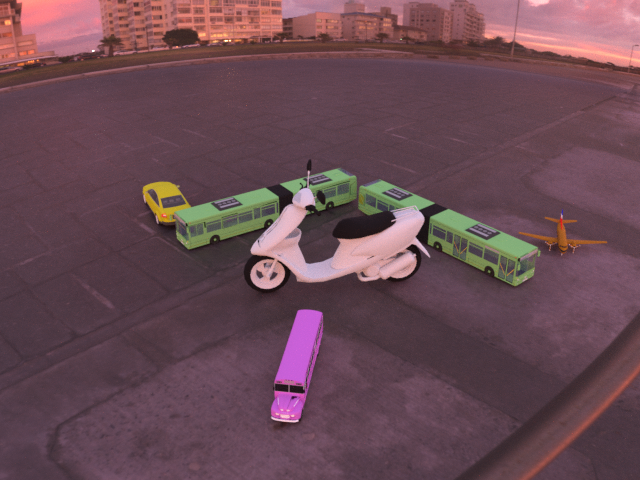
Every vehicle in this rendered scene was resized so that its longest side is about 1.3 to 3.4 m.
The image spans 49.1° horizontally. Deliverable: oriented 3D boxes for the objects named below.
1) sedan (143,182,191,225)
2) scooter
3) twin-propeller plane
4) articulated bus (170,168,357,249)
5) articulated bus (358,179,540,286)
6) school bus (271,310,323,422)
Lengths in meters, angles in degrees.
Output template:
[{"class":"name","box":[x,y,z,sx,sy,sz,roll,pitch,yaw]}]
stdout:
[{"class":"sedan","box":[-2.729,-0.732,12.421,0.635,0.483,1.613,-13,31,-23]},{"class":"scooter","box":[0.254,-0.111,9.915,2.721,1.786,1.288,-4,29,-8]},{"class":"twin-propeller plane","box":[3.932,-0.114,11.363,1.370,0.407,1.095,7,29,12]},{"class":"articulated bus","box":[-0.868,-0.585,12.069,3.401,0.561,0.605,-18,33,-29]},{"class":"articulated bus","box":[1.956,-0.196,11.353,0.605,0.561,3.401,-22,36,-35]},{"class":"school bus","box":[-0.258,1.482,8.401,0.365,0.434,1.708,4,29,8]}]
